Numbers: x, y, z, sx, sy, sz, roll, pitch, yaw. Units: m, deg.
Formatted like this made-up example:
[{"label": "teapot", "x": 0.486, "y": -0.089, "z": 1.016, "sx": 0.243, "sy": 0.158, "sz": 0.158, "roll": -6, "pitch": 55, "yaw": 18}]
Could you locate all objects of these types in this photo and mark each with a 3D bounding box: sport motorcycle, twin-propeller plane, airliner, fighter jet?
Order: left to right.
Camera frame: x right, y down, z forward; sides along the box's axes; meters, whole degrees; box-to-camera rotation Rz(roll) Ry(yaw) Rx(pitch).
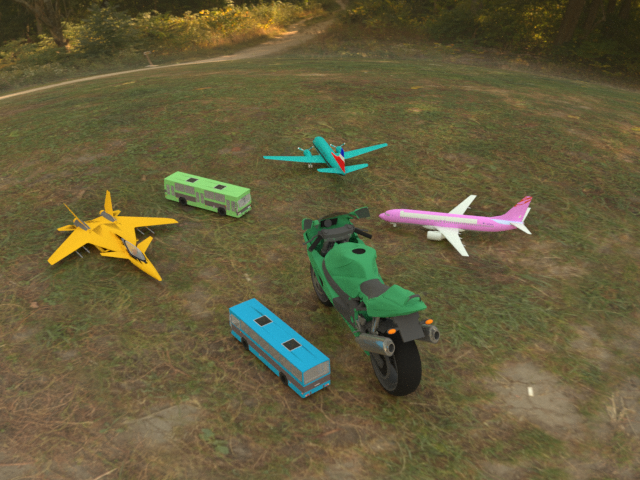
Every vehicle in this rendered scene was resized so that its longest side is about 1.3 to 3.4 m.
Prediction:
[{"label": "fighter jet", "x": -3.229, "y": -0.034, "z": 11.329, "sx": 2.229, "sy": 0.557, "sz": 2.640, "roll": -22, "pitch": 36, "yaw": -34}, {"label": "twin-propeller plane", "x": 0.189, "y": -1.805, "z": 14.262, "sx": 2.663, "sy": 0.792, "sz": 2.129, "roll": -8, "pitch": 30, "yaw": -14}, {"label": "sport motorcycle", "x": 0.509, "y": 0.681, "z": 8.982, "sx": 0.983, "sy": 1.596, "sz": 2.955, "roll": -12, "pitch": 31, "yaw": -20}, {"label": "airliner", "x": 2.263, "y": -0.479, "z": 11.842, "sx": 2.541, "sy": 0.835, "sz": 2.257, "roll": 7, "pitch": 30, "yaw": 12}]

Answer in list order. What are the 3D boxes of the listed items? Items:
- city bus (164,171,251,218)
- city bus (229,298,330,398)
[{"label": "city bus", "x": -2.069, "y": -0.824, "z": 12.844, "sx": 1.674, "sy": 0.460, "sz": 0.476, "roll": 15, "pitch": 32, "yaw": 25}, {"label": "city bus", "x": -0.545, "y": 1.361, "z": 8.929, "sx": 0.476, "sy": 0.460, "sz": 1.674, "roll": -21, "pitch": 35, "yaw": -32}]
